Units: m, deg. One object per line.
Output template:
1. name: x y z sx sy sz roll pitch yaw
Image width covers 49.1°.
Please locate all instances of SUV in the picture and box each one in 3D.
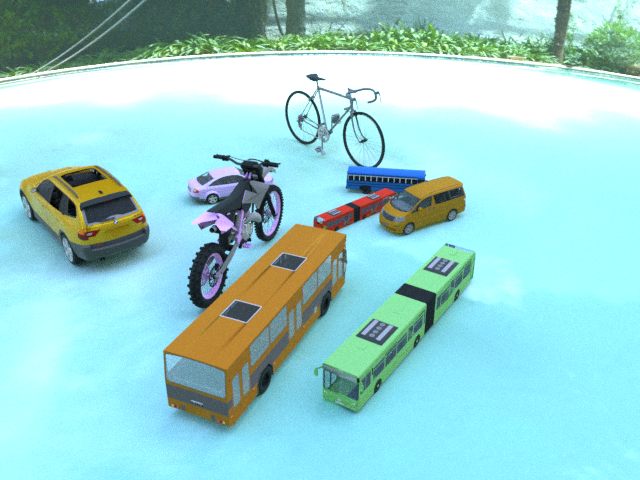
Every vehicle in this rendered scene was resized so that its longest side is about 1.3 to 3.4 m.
1. SUV: -3.890 -0.644 11.353 1.276 1.128 3.058 -21 35 -33

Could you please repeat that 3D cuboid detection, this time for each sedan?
1. sedan: -1.616 -1.065 12.792 1.613 0.483 0.635 -12 31 -21

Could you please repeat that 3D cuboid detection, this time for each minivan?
1. minivan: 1.729 -0.599 11.804 1.548 0.616 0.681 -17 33 -28

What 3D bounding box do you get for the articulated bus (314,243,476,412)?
1. articulated bus: 1.114 0.980 8.980 0.605 0.561 3.401 17 33 29

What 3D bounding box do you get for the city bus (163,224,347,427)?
1. city bus: -0.645 0.930 8.723 0.926 0.894 3.255 12 31 21

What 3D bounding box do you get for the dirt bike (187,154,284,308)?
1. dirt bike: -1.174 -0.303 10.171 1.024 1.666 2.903 10 30 18

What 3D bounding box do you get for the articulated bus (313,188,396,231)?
1. articulated bus: 0.621 -0.501 11.965 1.749 0.289 0.311 -23 36 -36

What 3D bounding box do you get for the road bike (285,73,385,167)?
1. road bike: 0.237 -2.483 14.160 0.696 1.656 3.004 -23 36 -35

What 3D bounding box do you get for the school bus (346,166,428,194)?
1. school bus: 1.343 -1.077 12.866 1.708 0.434 0.365 4 29 8
